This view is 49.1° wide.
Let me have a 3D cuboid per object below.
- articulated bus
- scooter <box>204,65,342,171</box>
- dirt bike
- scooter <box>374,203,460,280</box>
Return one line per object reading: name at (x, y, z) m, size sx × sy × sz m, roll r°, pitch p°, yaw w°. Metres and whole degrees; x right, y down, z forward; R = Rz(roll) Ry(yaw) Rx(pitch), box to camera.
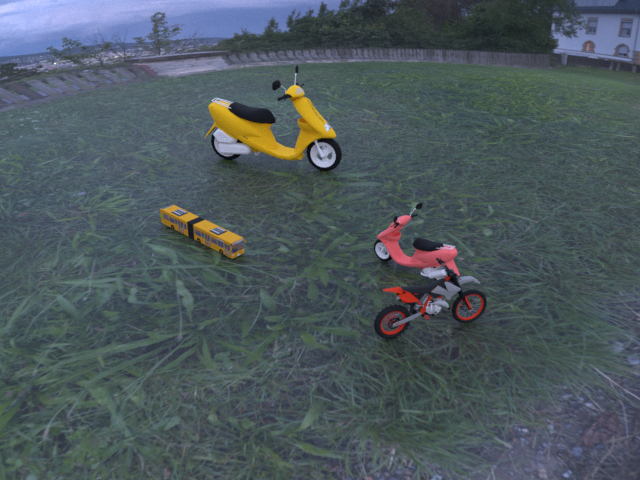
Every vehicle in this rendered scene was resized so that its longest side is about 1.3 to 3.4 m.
articulated bus at (-1.809, -0.146, 10.641) m, size 1.749 × 0.289 × 0.311 m, roll 23°, pitch 36°, yaw 37°
scooter at (-0.902, -2.232, 12.972) m, size 2.721 × 1.786 × 1.288 m, roll 8°, pitch 29°, yaw 15°
dirt bike at (1.349, 0.724, 8.396) m, size 1.493 × 0.857 × 0.527 m, roll -9°, pitch 29°, yaw -16°
scooter at (1.311, 0.050, 9.600) m, size 1.399 × 0.919 × 0.662 m, roll 23°, pitch 35°, yaw 36°
